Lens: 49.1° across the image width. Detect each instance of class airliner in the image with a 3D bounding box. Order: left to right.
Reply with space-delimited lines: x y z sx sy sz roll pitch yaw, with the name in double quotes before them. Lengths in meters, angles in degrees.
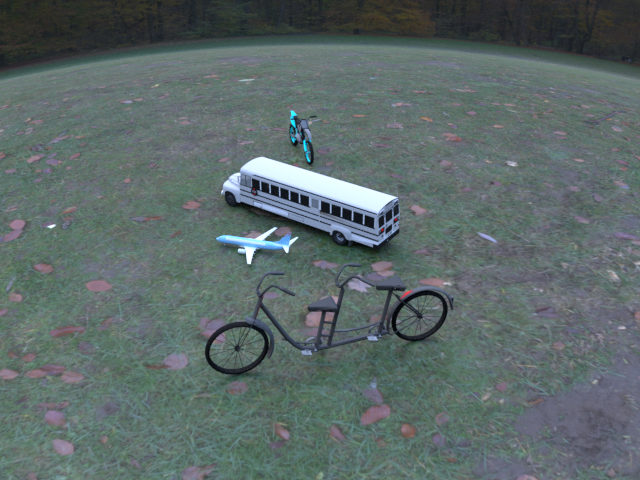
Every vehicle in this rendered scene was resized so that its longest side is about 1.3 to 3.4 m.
"airliner" -1.034 -0.026 10.948 1.307 0.429 1.161 9 31 15

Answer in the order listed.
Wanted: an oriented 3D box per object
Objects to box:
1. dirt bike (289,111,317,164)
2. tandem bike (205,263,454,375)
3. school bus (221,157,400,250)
"dirt bike" -0.373 -2.135 14.139 0.527 0.857 1.493 -10 32 -16
"tandem bike" 0.179 0.891 8.485 3.192 1.326 0.550 -8 31 -14
"school bus" -0.268 -0.687 11.669 3.322 0.844 0.709 20 36 30
